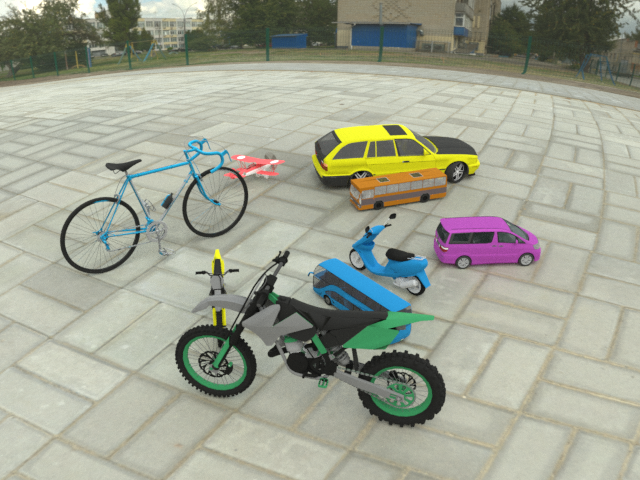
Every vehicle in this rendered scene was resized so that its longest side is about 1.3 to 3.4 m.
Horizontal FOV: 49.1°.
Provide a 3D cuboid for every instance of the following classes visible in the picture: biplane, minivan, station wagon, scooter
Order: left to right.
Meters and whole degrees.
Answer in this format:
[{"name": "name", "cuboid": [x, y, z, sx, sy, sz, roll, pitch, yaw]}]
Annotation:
[{"name": "biplane", "cuboid": [-1.273, -1.310, 12.940, 1.336, 0.504, 1.090, 22, 35, 35]}, {"name": "scooter", "cuboid": [0.945, 0.186, 9.661, 1.399, 0.919, 0.662, 24, 36, 37]}, {"name": "station wagon", "cuboid": [1.440, -1.637, 13.112, 3.105, 0.920, 1.327, -5, 28, -10]}, {"name": "minivan", "cuboid": [2.485, 0.003, 10.332, 1.548, 0.616, 0.681, -2, 28, -5]}]

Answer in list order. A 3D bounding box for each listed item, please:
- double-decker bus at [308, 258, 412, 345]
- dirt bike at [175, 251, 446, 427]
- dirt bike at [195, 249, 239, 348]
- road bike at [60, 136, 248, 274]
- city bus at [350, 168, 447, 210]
[{"name": "double-decker bus", "cuboid": [0.495, 0.742, 9.013, 0.389, 0.541, 1.672, -20, 34, -33]}, {"name": "dirt bike", "cuboid": [-0.152, 1.091, 7.146, 2.903, 1.666, 1.024, 6, 28, 11]}, {"name": "dirt bike", "cuboid": [-1.266, 0.666, 8.818, 0.527, 0.857, 1.493, -4, 28, -7]}, {"name": "road bike", "cuboid": [-2.343, -0.538, 10.243, 3.004, 1.656, 0.697, -20, 34, -32]}, {"name": "city bus", "cuboid": [1.365, -0.875, 12.162, 1.674, 0.460, 0.476, -10, 29, -17]}]
